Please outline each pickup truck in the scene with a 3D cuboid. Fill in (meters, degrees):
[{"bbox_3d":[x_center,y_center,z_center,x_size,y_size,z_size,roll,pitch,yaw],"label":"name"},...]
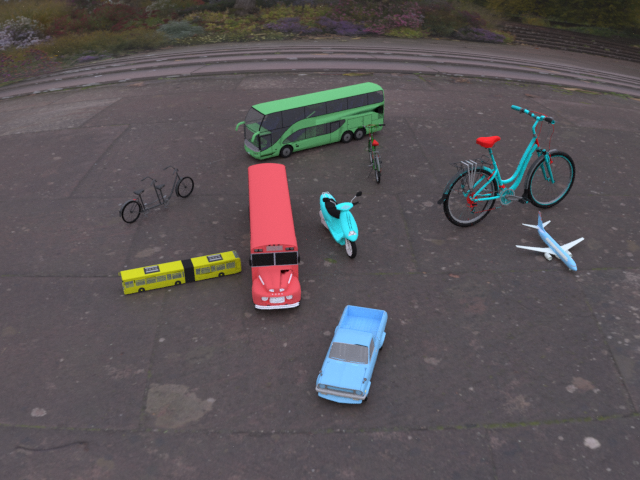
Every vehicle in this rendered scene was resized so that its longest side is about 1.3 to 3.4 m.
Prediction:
[{"bbox_3d":[0.419,1.330,8.613,0.640,0.511,1.603,7,31,12],"label":"pickup truck"}]

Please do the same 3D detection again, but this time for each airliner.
[{"bbox_3d":[3.677,0.025,10.914,1.161,0.429,1.307,-6,31,-11],"label":"airliner"}]

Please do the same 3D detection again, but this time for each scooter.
[{"bbox_3d":[0.291,-0.380,11.121,0.662,0.919,1.399,-11,32,-18],"label":"scooter"}]

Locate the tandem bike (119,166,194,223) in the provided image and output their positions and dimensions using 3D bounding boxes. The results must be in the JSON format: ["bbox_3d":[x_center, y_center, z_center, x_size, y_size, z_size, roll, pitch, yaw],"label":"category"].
[{"bbox_3d":[-2.812,-0.824,12.111,0.283,0.682,1.642,22,37,33],"label":"tandem bike"}]

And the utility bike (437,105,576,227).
[{"bbox_3d":[3.145,-1.248,11.692,2.791,1.839,1.039,-12,33,-20],"label":"utility bike"}]

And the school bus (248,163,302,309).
[{"bbox_3d":[-0.746,-0.133,10.775,0.709,0.844,3.322,-3,31,-5],"label":"school bus"}]

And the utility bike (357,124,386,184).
[{"bbox_3d":[0.989,-1.695,13.334,0.535,0.946,1.435,-2,30,-4],"label":"utility bike"}]

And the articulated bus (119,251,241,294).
[{"bbox_3d":[-2.039,0.470,10.296,1.749,0.289,0.311,-11,32,-17],"label":"articulated bus"}]

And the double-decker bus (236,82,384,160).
[{"bbox_3d":[-0.125,-2.479,14.564,3.251,1.052,0.756,-17,35,-27],"label":"double-decker bus"}]
